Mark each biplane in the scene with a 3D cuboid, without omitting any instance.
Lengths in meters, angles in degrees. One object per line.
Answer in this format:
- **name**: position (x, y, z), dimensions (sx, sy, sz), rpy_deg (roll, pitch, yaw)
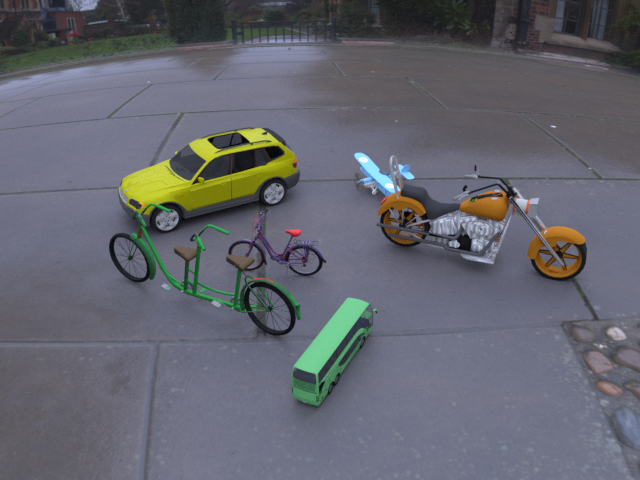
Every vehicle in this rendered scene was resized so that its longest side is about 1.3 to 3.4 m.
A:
- **biplane**: position (1.134, -1.099, 12.366), dimensions (1.090, 0.504, 1.336), rpy_deg (-15, 34, -24)

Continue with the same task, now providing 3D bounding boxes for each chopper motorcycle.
- **chopper motorcycle**: position (2.312, -0.324, 10.091), dimensions (3.040, 1.480, 0.906), rpy_deg (11, 32, 18)

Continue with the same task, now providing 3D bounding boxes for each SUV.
- **SUV**: position (-1.841, -1.108, 11.767), dimensions (3.058, 1.128, 1.276), rpy_deg (-16, 34, -25)

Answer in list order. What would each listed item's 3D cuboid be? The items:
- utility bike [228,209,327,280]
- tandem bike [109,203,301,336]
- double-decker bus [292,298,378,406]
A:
- **utility bike**: position (-0.623, 0.113, 9.875), dimensions (1.435, 0.946, 0.535), rpy_deg (5, 31, 8)
- **tandem bike**: position (-1.615, 0.335, 9.124), dimensions (3.192, 1.326, 0.550), rpy_deg (17, 34, 26)
- **double-decker bus**: position (0.191, 1.263, 8.322), dimensions (0.389, 0.541, 1.672), rpy_deg (14, 33, 22)
